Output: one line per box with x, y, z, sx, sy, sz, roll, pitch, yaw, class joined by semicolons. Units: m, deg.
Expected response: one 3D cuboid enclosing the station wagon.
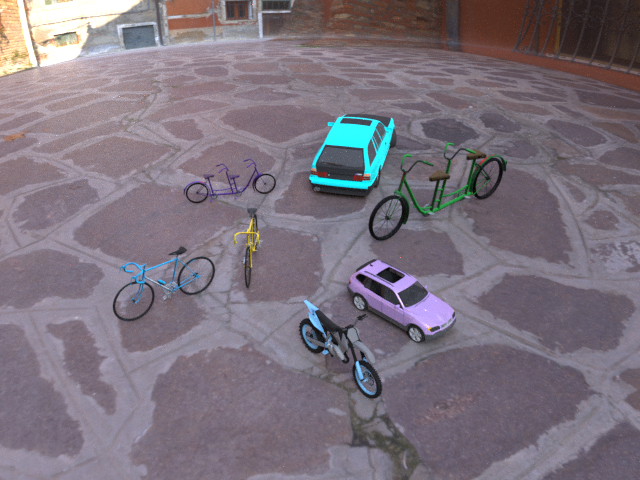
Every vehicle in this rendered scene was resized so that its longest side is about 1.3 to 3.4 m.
0.696;-1.867;13.403;1.327;0.920;3.105;7;32;12;station wagon

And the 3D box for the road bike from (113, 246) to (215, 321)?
-2.096;0.548;9.471;1.545;0.852;0.358;-23;38;-33;road bike

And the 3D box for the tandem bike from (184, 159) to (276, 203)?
-1.574;-1.027;12.244;1.642;0.682;0.283;-9;32;-14;tandem bike

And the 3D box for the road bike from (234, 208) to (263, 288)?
-1.016;0.031;10.326;0.358;0.852;1.545;1;31;1;road bike

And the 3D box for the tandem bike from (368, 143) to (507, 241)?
2.027;-0.951;11.494;3.192;1.326;0.550;-22;37;-31;tandem bike

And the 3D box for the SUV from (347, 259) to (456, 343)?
1.076;0.771;9.364;1.572;0.580;0.656;27;40;37;SUV

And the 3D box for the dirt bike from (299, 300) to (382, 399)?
0.227;1.238;8.322;0.527;0.857;1.493;-22;38;-32;dirt bike
